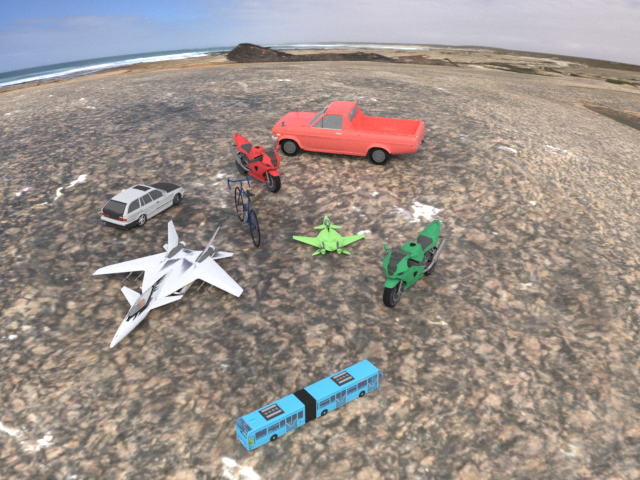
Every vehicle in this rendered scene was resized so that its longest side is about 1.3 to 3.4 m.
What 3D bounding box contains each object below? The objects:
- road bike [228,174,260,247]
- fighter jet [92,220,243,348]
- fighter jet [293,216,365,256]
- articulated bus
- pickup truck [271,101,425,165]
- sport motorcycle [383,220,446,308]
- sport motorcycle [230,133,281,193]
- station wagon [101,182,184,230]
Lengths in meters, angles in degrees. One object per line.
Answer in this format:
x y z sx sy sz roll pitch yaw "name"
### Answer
-1.182 -0.503 11.248 0.358 0.852 1.545 -10 29 -18 "road bike"
-2.200 0.562 9.546 2.229 0.557 2.640 7 29 13 "fighter jet"
0.136 -0.172 11.226 1.147 0.286 1.358 -2 28 -3 "fighter jet"
-0.088 1.758 7.570 1.749 0.289 0.311 -19 33 -31 "articulated bus"
0.582 -2.290 14.482 3.117 0.993 1.244 7 29 13 "pickup truck"
1.285 0.319 9.725 0.506 0.821 1.520 18 33 30 "sport motorcycle"
-1.177 -1.453 13.080 0.506 0.821 1.520 -19 33 -31 "sport motorcycle"
-3.010 -0.691 12.009 0.682 0.473 1.597 14 31 25 "station wagon"
